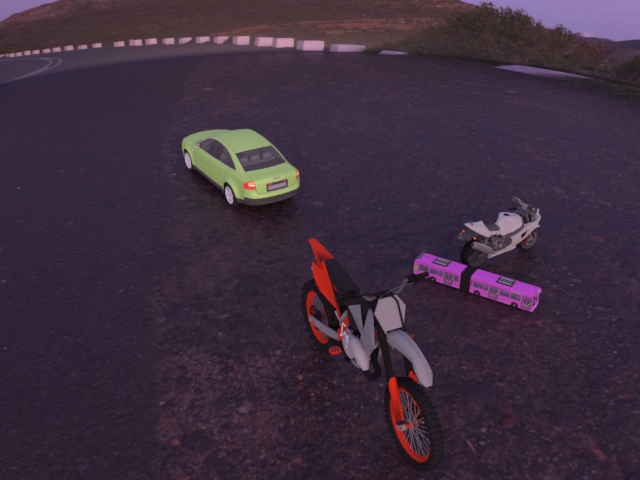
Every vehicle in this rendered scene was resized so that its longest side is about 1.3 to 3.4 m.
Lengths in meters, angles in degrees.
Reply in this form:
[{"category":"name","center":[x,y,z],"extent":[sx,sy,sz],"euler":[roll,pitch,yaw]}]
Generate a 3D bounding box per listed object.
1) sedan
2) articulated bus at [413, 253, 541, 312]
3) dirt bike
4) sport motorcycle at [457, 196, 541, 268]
[{"category":"sedan","center":[-1.513,-1.497,12.591],"extent":[1.235,0.940,3.137],"euler":[-17,33,-28]},{"category":"articulated bus","center":[2.114,0.560,9.532],"extent":[1.749,0.289,0.311],"euler":[18,33,29]},{"category":"dirt bike","center":[0.466,0.999,7.307],"extent":[1.024,1.666,2.903],"euler":[-13,31,-22]},{"category":"sport motorcycle","center":[2.645,-0.088,10.157],"extent":[1.520,0.821,0.506],"euler":[-16,33,-26]}]
